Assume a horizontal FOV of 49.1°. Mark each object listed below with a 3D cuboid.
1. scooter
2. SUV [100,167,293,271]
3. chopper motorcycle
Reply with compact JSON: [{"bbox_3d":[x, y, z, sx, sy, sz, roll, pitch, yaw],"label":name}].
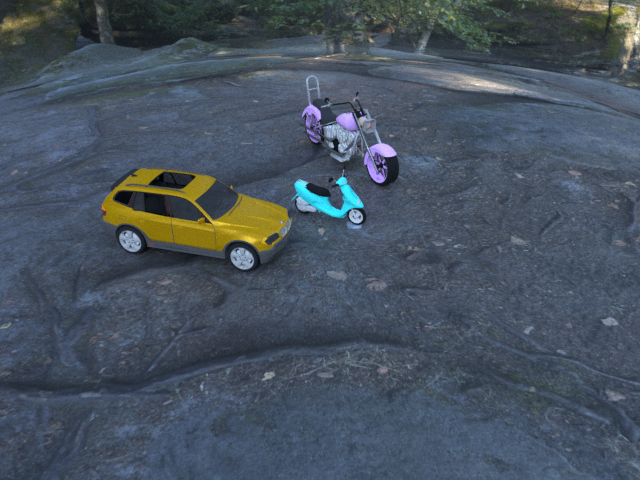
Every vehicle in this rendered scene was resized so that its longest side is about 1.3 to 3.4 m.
[{"bbox_3d":[0.147,-0.775,11.922,1.399,0.919,0.662,13,32,22],"label":"scooter"},{"bbox_3d":[-1.951,-0.418,11.076,3.058,1.128,1.276,8,30,14],"label":"SUV"},{"bbox_3d":[0.549,-2.204,13.883,0.906,1.480,3.040,-18,34,-28],"label":"chopper motorcycle"}]
